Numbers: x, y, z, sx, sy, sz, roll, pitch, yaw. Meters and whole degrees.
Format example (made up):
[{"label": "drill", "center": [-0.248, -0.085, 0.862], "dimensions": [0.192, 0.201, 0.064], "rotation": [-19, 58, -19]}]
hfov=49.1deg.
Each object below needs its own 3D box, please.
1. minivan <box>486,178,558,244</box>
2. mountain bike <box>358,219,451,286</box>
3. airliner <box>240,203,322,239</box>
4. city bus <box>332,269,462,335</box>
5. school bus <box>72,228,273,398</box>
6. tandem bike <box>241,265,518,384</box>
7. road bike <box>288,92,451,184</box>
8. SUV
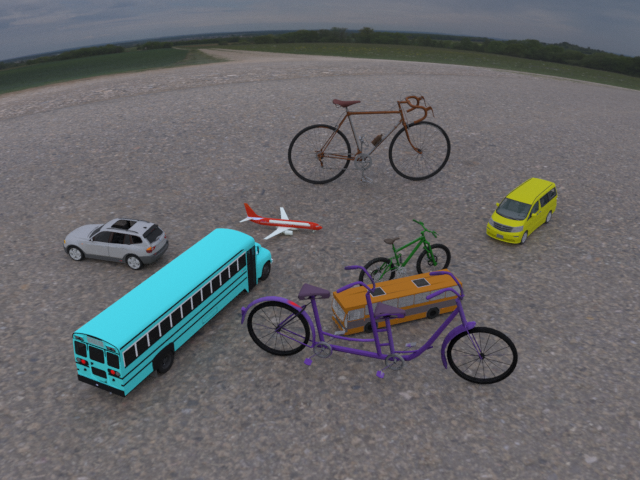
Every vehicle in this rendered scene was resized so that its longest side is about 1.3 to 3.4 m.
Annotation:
[{"label": "minivan", "center": [3.272, -0.480, 11.285], "dimensions": [0.681, 0.616, 1.548], "rotation": [21, 34, 34]}, {"label": "mountain bike", "center": [1.191, 0.263, 9.616], "dimensions": [1.469, 0.868, 0.573], "rotation": [-12, 30, -22]}, {"label": "airliner", "center": [-0.602, -0.353, 11.243], "dimensions": [1.307, 0.429, 1.161], "rotation": [5, 28, 9]}, {"label": "city bus", "center": [0.999, 0.805, 9.030], "dimensions": [1.674, 0.460, 0.476], "rotation": [-10, 30, -18]}, {"label": "school bus", "center": [-1.654, 0.700, 8.820], "dimensions": [0.709, 0.844, 3.322], "rotation": [13, 31, 23]}, {"label": "tandem bike", "center": [0.619, 0.922, 7.888], "dimensions": [3.192, 1.326, 0.550], "rotation": [6, 29, 12]}, {"label": "road bike", "center": [0.913, -1.807, 12.675], "dimensions": [3.004, 1.656, 0.697], "rotation": [-3, 28, -5]}, {"label": "SUV", "center": [-3.054, -0.010, 10.438], "dimensions": [1.572, 0.580, 0.656], "rotation": [8, 29, 14]}]
